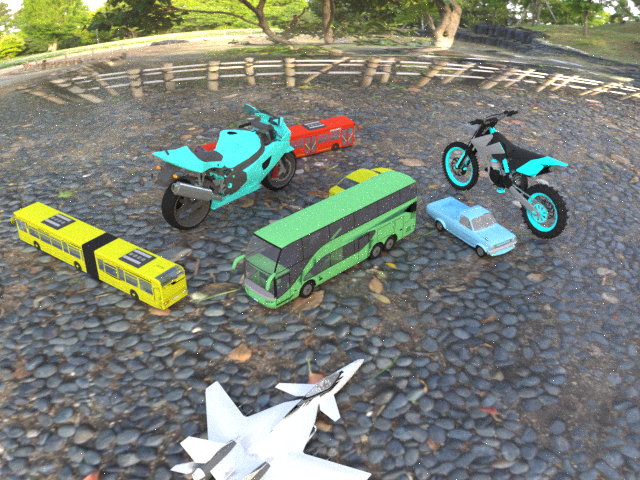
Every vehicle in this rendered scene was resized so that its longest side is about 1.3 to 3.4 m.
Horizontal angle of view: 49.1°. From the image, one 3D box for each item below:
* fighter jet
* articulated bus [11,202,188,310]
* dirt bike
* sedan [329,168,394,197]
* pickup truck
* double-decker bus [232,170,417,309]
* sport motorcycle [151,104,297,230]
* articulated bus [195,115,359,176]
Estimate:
[{"bbox_3d":[-0.279,1.857,7.696,2.229,0.557,2.640,22,37,32],"label":"fighter jet"},{"bbox_3d":[-3.378,0.177,10.516,3.401,0.561,0.605,20,36,30],"label":"articulated bus"},{"bbox_3d":[3.053,-1.214,11.773,1.024,1.666,2.903,-18,35,-27],"label":"dirt bike"},{"bbox_3d":[0.836,-1.016,12.597,0.635,0.483,1.613,25,39,36],"label":"sedan"},{"bbox_3d":[2.428,-0.281,11.335,0.640,0.511,1.603,-18,35,-27],"label":"pickup truck"},{"bbox_3d":[0.203,-0.049,10.416,3.251,1.052,0.756,-27,40,-37],"label":"double-decker bus"},{"bbox_3d":[-1.504,-1.248,11.900,0.983,1.596,2.955,27,40,37],"label":"sport motorcycle"},{"bbox_3d":[-0.814,-1.887,13.985,3.401,0.561,0.605,-16,34,-25],"label":"articulated bus"}]
